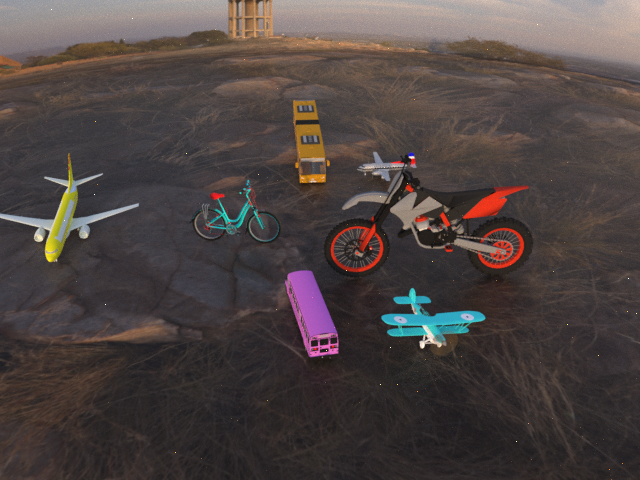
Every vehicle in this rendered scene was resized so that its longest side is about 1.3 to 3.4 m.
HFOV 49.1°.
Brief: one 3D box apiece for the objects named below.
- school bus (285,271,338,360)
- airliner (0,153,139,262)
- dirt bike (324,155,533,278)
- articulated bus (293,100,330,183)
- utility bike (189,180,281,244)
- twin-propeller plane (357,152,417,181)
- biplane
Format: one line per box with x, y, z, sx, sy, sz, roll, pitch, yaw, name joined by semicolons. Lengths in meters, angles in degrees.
-0.137;0.863;8.836;0.365;0.434;1.708;-6;30;-11;school bus
-4.023;-0.516;10.908;2.257;0.835;2.541;-4;29;-8;airliner
1.504;-0.212;9.504;2.903;1.666;1.024;-1;29;-2;dirt bike
-0.241;-2.036;13.926;0.605;0.561;3.401;-2;29;-3;articulated bus
-1.291;-0.421;10.621;1.435;0.946;0.535;3;29;6;utility bike
1.229;-1.404;12.946;1.095;0.407;1.370;-3;29;-6;twin-propeller plane
1.319;0.976;8.561;1.336;0.504;1.090;-8;30;-14;biplane
